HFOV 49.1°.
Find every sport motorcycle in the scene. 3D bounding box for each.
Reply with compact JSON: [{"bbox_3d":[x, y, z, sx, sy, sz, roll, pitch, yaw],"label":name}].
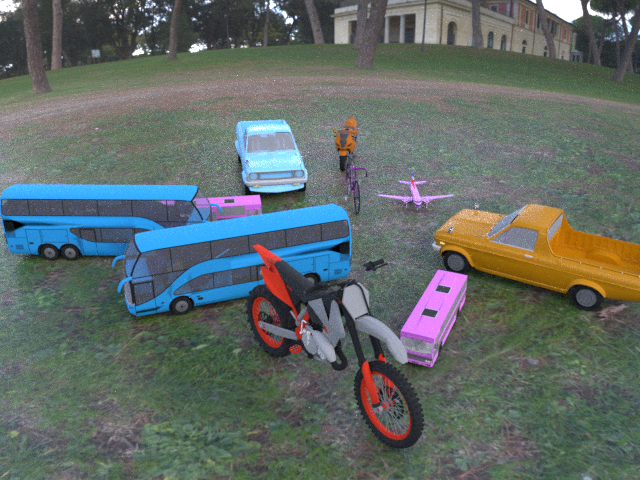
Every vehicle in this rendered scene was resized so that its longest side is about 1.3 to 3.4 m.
[{"bbox_3d":[0.565,-2.021,14.594,0.506,0.821,1.520,4,26,9],"label":"sport motorcycle"}]

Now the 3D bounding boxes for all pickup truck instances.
[{"bbox_3d":[3.213,0.111,10.014,3.117,0.993,1.244,16,30,29],"label":"pickup truck"},{"bbox_3d":[-1.032,-1.824,13.991,1.244,0.993,3.117,-4,26,-9],"label":"pickup truck"}]

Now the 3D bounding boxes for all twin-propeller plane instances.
[{"bbox_3d":[1.732,-0.880,12.720,1.370,0.407,1.095,0,26,0],"label":"twin-propeller plane"}]

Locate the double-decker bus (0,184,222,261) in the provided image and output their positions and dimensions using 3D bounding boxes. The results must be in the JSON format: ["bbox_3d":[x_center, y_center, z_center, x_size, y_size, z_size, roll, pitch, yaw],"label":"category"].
[{"bbox_3d":[-3.171,-0.288,10.767,3.251,1.052,0.756,0,26,1],"label":"double-decker bus"}]

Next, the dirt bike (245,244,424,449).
[{"bbox_3d":[0.055,0.962,7.495,1.024,1.666,2.903,-19,32,-34],"label":"dirt bike"}]

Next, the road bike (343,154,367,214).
[{"bbox_3d":[0.593,-1.066,12.594,0.358,0.852,1.545,-3,26,-5],"label":"road bike"}]

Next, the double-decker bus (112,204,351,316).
[{"bbox_3d":[-1.150,0.266,9.628,3.251,1.052,0.756,-9,27,-19],"label":"double-decker bus"}]

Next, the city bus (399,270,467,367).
[{"bbox_3d":[1.456,0.969,8.859,0.476,0.460,1.674,11,28,21],"label":"city bus"}]

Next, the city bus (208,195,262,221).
[{"bbox_3d":[-1.812,-0.421,11.717,1.674,0.460,0.476,-4,26,-8],"label":"city bus"}]
